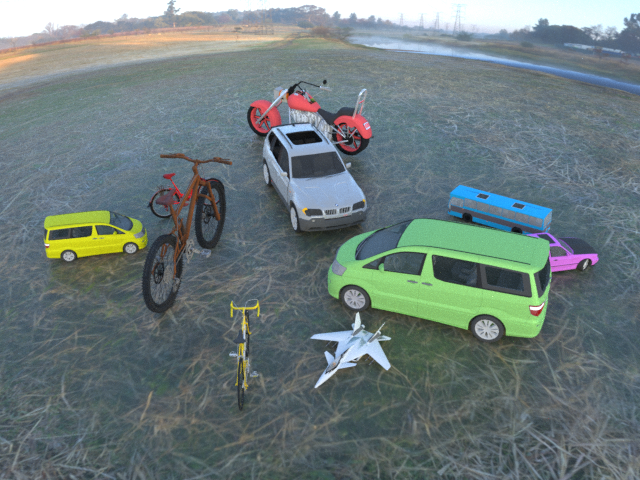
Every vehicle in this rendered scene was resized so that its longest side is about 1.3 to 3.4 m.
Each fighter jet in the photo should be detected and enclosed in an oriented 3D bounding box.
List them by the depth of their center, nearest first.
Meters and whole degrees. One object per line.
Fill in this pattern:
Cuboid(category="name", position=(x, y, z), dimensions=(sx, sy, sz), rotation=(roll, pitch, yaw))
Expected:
Cuboid(category="fighter jet", position=(0.316, 1.404, 8.785), dimensions=(1.147, 0.286, 1.358), rotation=(18, 35, 29))

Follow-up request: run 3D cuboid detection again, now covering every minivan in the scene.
Cuboid(category="minivan", position=(1.592, 0.410, 9.599), dimensions=(3.011, 1.197, 1.324), rotation=(12, 32, 19))
Cuboid(category="minivan", position=(-3.546, -0.111, 11.083), dimensions=(1.548, 0.616, 0.681), rotation=(-7, 31, -13))

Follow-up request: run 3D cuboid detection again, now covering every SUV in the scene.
Cuboid(category="SUV", position=(-0.173, -1.193, 12.446), dimensions=(1.276, 1.128, 3.058), rotation=(-9, 31, -16))

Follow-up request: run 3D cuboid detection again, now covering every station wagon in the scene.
Cuboid(category="station wagon", position=(3.463, 0.178, 10.726), dimensions=(1.597, 0.473, 0.682), rotation=(-6, 31, -10))

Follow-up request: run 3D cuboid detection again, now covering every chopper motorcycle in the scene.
Cuboid(category="chopper motorcycle", position=(-0.275, -2.670, 14.657), dimensions=(3.040, 1.480, 0.906), rotation=(18, 35, 28))

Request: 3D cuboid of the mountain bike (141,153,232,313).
Cuboid(category="mountain bike", position=(-1.934, -0.227, 10.212), dimensions=(1.114, 1.688, 2.857), rotation=(7, 31, 12))

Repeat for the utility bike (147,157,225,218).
Cuboid(category="utility bike", position=(-2.358, -0.932, 12.178), dimensions=(1.435, 0.946, 0.535), rotation=(-16, 34, -26))

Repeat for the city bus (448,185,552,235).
Cuboid(category="city bus", position=(3.018, -0.457, 11.839), dimensions=(1.674, 0.460, 0.476), rotation=(19, 35, 29))

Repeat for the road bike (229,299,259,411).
Cuboid(category="road bike", position=(-0.917, 1.308, 8.387), dimensions=(0.358, 0.852, 1.545), rotation=(-1, 30, -1))
